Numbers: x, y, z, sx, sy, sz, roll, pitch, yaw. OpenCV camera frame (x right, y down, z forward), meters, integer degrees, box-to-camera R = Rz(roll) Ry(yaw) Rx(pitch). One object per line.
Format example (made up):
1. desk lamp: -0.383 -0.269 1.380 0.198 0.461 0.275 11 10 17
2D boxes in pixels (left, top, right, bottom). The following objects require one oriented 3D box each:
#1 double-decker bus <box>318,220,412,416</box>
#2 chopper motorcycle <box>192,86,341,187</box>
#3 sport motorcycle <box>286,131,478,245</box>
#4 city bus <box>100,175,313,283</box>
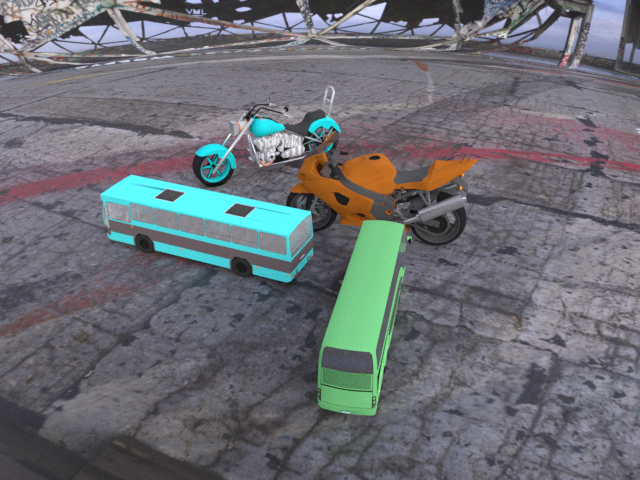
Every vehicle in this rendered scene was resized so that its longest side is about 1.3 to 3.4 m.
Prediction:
1. double-decker bus: 0.622 0.795 8.885 0.756 1.052 3.251 6 31 10
2. chopper motorcycle: -0.965 -1.970 13.201 3.040 1.480 0.906 -16 34 -25
3. sport motorcycle: 0.895 -0.737 10.972 2.955 1.596 0.983 6 31 10
4. city bus: -1.745 -0.178 10.710 3.255 0.894 0.926 12 32 20
